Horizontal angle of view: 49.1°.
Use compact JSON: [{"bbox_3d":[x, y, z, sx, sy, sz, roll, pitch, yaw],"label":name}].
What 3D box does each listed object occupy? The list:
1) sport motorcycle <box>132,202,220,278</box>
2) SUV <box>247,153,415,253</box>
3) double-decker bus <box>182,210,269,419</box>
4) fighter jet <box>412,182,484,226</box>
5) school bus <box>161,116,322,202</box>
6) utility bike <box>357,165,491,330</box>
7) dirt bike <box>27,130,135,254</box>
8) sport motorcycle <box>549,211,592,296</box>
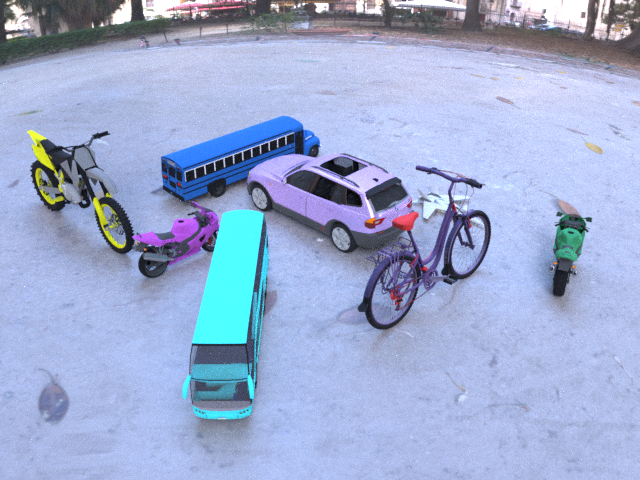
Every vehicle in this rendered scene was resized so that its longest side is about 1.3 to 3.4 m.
[{"bbox_3d":[-2.052,0.000,10.361,1.520,0.821,0.506,-25,40,-35],"label":"sport motorcycle"},{"bbox_3d":[0.106,-0.836,11.434,3.058,1.128,1.276,27,41,37],"label":"SUV"},{"bbox_3d":[-1.074,0.834,8.776,0.756,1.052,3.251,0,31,0],"label":"double-decker bus"},{"bbox_3d":[2.247,-0.576,11.815,1.147,0.286,1.358,-24,39,-34],"label":"fighter jet"},{"bbox_3d":[-1.333,-1.580,12.923,3.322,0.844,0.709,-26,40,-36],"label":"school bus"},{"bbox_3d":[1.423,0.013,9.364,2.791,1.839,1.039,-27,40,-36],"label":"utility bike"},{"bbox_3d":[-3.833,-0.891,11.009,2.903,1.666,1.024,26,40,36],"label":"dirt bike"},{"bbox_3d":[3.558,0.167,10.088,0.506,0.821,1.520,12,33,19],"label":"sport motorcycle"}]
